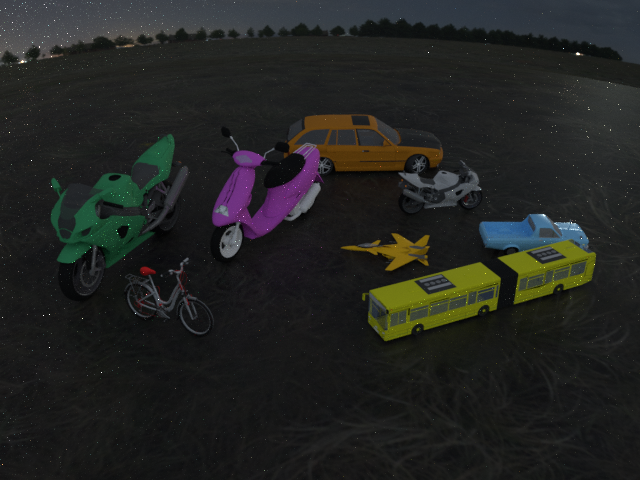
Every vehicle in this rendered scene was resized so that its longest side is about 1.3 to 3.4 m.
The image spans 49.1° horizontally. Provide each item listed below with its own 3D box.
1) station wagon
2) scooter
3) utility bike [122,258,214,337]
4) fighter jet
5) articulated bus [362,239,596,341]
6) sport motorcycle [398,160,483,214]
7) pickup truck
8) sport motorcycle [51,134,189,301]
[{"bbox_3d":[0.847,-1.909,13.664,3.105,0.920,1.327,-1,29,-1],"label":"station wagon"},{"bbox_3d":[-0.793,-0.885,10.894,1.288,1.786,2.721,19,34,30],"label":"scooter"},{"bbox_3d":[-1.944,0.679,8.916,1.435,0.946,0.535,13,31,22],"label":"utility bike"},{"bbox_3d":[0.988,0.099,10.660,1.358,0.286,1.147,5,29,9],"label":"fighter jet"},{"bbox_3d":[2.214,0.627,9.410,3.401,0.561,0.605,-12,31,-21],"label":"articulated bus"},{"bbox_3d":[2.044,-0.851,11.837,1.520,0.821,0.506,-5,29,-8],"label":"sport motorcycle"},{"bbox_3d":[3.281,-0.091,10.773,1.603,0.511,0.640,0,29,1],"label":"pickup truck"},{"bbox_3d":[-2.868,-0.393,10.194,0.983,1.596,2.955,10,30,17],"label":"sport motorcycle"}]
